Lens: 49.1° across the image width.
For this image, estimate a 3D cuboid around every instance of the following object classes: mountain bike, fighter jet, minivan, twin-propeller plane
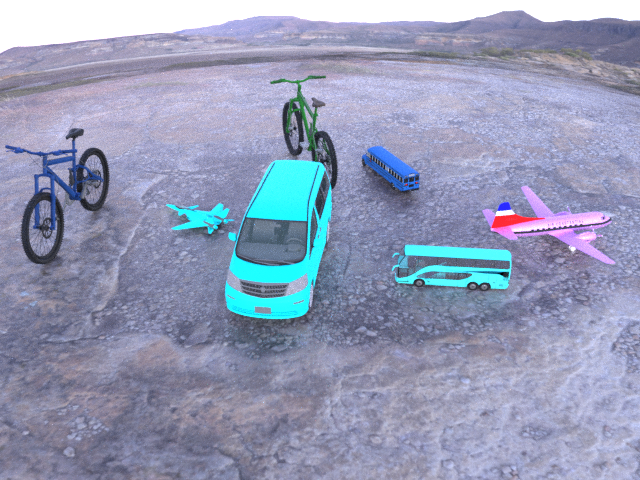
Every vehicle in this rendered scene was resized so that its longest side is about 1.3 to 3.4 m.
[{"bbox_3d":[-0.232,-2.107,13.303,1.114,1.688,2.857,-11,31,-18],"label":"mountain bike"},{"bbox_3d":[-4.023,-0.869,11.112,1.114,1.688,2.857,4,30,7],"label":"mountain bike"},{"bbox_3d":[-2.152,-0.496,11.877,1.358,0.286,1.147,20,35,31],"label":"fighter jet"},{"bbox_3d":[-0.535,-0.092,10.236,1.324,1.197,3.011,4,30,7],"label":"minivan"},{"bbox_3d":[3.691,-0.329,11.067,2.129,0.792,2.663,-7,30,-11],"label":"twin-propeller plane"}]

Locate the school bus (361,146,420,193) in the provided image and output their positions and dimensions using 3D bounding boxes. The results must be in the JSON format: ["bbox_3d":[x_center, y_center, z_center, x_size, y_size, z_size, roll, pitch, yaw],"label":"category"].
[{"bbox_3d":[1.301,-1.379,13.288,0.365,0.434,1.708,-12,32,-21],"label":"school bus"}]

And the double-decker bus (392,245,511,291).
[{"bbox_3d":[1.875,0.390,10.050,1.672,0.541,0.389,3,30,6],"label":"double-decker bus"}]
